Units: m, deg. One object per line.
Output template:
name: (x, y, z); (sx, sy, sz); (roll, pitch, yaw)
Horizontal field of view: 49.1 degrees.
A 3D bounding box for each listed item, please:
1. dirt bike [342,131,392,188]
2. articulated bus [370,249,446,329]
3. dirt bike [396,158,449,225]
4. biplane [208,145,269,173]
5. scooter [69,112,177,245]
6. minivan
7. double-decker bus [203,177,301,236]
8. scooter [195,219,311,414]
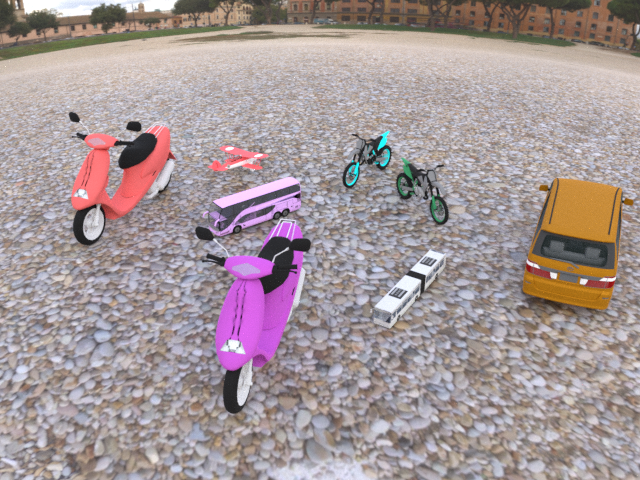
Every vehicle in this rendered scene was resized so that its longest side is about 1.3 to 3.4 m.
dirt bike: (0.874, -1.506, 12.592); (0.527, 0.857, 1.493); (22, 36, 32)
articulated bus: (1.237, 0.628, 9.467); (0.311, 0.289, 1.749); (18, 34, 28)
dirt bike: (1.681, -0.866, 11.484); (0.527, 0.857, 1.493); (-14, 33, -23)
biplane: (-1.527, -1.438, 12.827); (1.090, 0.504, 1.336); (-25, 38, -36)
scooter: (-3.126, -1.214, 11.158); (1.288, 1.786, 2.721); (11, 32, 18)
minivan: (3.696, -0.198, 9.989); (1.324, 1.197, 3.011); (12, 32, 19)
double-decker bus: (-1.052, -0.532, 11.222); (1.672, 0.541, 0.389); (-21, 36, -32)
scooter: (-0.656, 0.543, 8.117); (1.288, 1.786, 2.721); (6, 31, 11)
